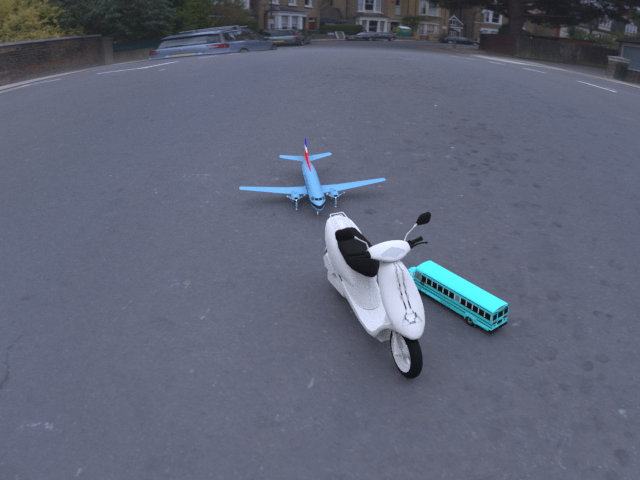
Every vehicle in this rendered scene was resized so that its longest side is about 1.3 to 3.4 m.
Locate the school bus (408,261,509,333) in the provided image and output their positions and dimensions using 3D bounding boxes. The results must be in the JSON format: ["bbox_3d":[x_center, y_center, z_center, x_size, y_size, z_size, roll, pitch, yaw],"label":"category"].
[{"bbox_3d":[1.854,0.735,9.845,0.365,0.434,1.708,-22,37,-33],"label":"school bus"}]

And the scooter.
[{"bbox_3d":[0.659,0.398,9.076,1.288,1.786,2.721,-12,32,-19],"label":"scooter"}]

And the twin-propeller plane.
[{"bbox_3d":[-0.149,-1.161,12.768,2.663,0.792,2.129,-4,30,-7],"label":"twin-propeller plane"}]
